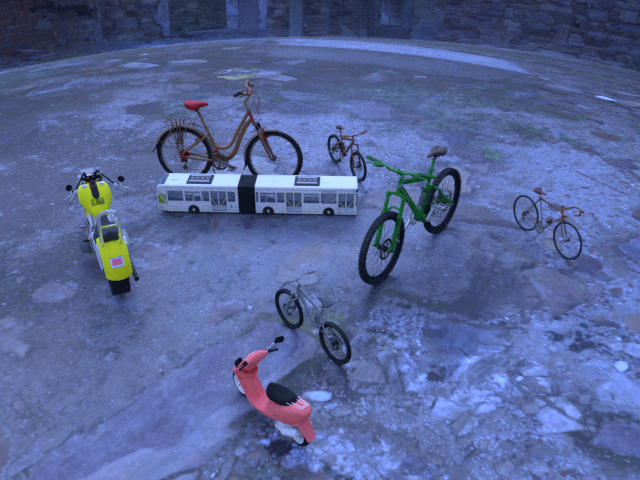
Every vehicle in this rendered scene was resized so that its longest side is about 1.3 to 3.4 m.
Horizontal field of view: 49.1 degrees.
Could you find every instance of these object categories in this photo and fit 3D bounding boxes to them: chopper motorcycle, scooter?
[{"bbox_3d":[-3.255,-0.392,10.342,0.906,1.480,3.040,-13,34,-20],"label":"chopper motorcycle"},{"bbox_3d":[-0.541,1.604,7.599,0.662,0.919,1.399,-25,39,-34],"label":"scooter"}]

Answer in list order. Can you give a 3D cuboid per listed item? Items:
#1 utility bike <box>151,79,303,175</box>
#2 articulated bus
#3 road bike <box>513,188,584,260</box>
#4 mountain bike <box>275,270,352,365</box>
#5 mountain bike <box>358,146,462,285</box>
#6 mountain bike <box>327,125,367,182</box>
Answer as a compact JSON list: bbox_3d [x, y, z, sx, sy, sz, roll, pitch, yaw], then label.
[{"bbox_3d":[-1.674,-1.906,12.488,2.791,1.839,1.039,4,31,6],"label":"utility bike"},{"bbox_3d":[-1.020,-0.779,11.863,3.401,0.561,0.605,1,31,2],"label":"articulated bus"},{"bbox_3d":[3.515,-0.320,10.829,0.358,0.852,1.545,-14,34,-22],"label":"road bike"},{"bbox_3d":[-0.109,0.942,8.736,0.573,0.868,1.469,-24,38,-33],"label":"mountain bike"},{"bbox_3d":[1.405,-0.509,10.335,1.114,1.688,2.857,21,37,31],"label":"mountain bike"},{"bbox_3d":[0.491,-1.679,13.049,0.573,0.868,1.469,-15,34,-22],"label":"mountain bike"}]
